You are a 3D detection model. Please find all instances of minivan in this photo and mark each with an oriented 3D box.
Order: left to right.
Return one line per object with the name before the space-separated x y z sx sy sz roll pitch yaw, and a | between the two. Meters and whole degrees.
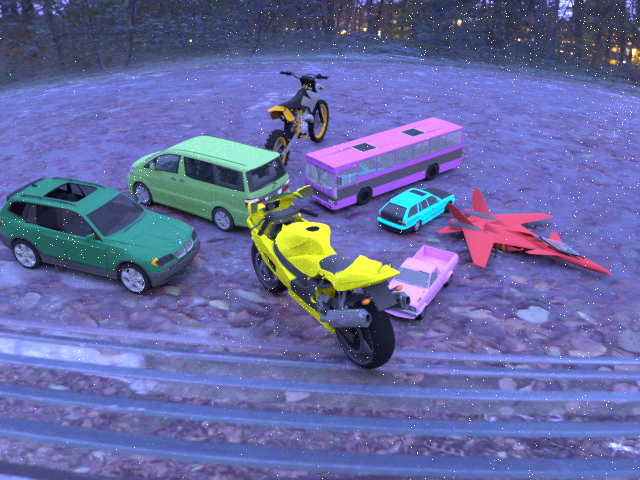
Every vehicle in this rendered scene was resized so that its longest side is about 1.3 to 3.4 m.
minivan | -1.985 -1.105 11.989 3.011 1.197 1.324 17 33 29

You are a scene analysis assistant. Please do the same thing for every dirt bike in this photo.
dirt bike | -0.437 -2.416 13.911 1.024 1.666 2.903 12 31 20

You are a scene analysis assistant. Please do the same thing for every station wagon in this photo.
station wagon | 1.659 -0.598 11.813 0.682 0.473 1.597 23 36 36

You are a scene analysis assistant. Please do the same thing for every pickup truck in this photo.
pickup truck | 1.389 0.520 9.714 0.640 0.511 1.603 15 32 26

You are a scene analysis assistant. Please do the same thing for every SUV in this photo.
SUV | -3.289 -0.167 10.331 3.058 1.128 1.276 11 30 19

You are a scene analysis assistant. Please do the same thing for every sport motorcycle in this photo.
sport motorcycle | -0.054 0.405 8.788 0.983 1.596 2.955 -19 34 -31

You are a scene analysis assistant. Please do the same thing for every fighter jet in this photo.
fighter jet | 3.223 -0.076 10.762 2.640 0.557 2.229 24 36 36

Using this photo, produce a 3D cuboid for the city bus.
city bus | 1.238 -1.423 12.891 3.255 0.894 0.926 -21 35 -33
